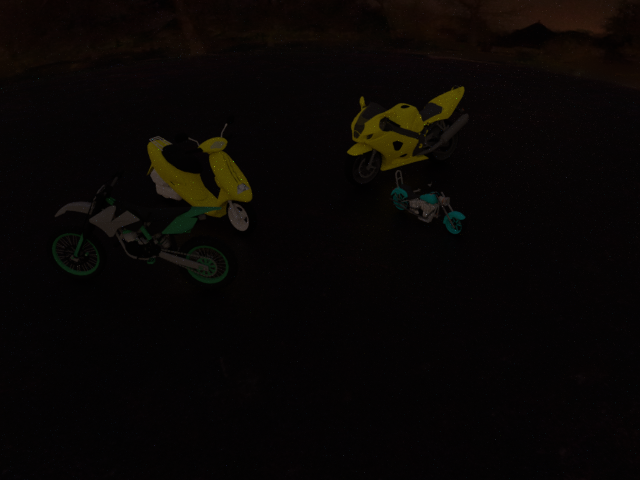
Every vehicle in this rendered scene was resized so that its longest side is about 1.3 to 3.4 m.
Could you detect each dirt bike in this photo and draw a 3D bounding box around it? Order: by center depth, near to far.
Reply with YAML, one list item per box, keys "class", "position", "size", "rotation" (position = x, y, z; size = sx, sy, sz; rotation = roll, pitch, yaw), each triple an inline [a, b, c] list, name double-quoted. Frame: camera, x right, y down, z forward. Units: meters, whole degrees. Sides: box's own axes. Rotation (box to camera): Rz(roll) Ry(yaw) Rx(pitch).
- class: "dirt bike"
  position: [-2.626, -0.047, 10.093]
  size: [2.903, 1.666, 1.024]
  rotation: [4, 30, 6]

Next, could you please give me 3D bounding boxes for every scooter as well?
- class: "scooter"
  position: [-2.102, -1.218, 12.036]
  size: [2.721, 1.786, 1.288]
  rotation: [23, 37, 34]

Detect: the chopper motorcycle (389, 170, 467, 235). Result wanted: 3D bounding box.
- class: "chopper motorcycle"
  position: [1.865, -0.646, 12.067]
  size: [1.563, 0.761, 0.466]
  rotation: [26, 39, 38]

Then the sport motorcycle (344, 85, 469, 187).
- class: "sport motorcycle"
  position: [1.682, -2.054, 13.703]
  size: [2.955, 1.596, 0.983]
  rotation: [-19, 35, -30]
